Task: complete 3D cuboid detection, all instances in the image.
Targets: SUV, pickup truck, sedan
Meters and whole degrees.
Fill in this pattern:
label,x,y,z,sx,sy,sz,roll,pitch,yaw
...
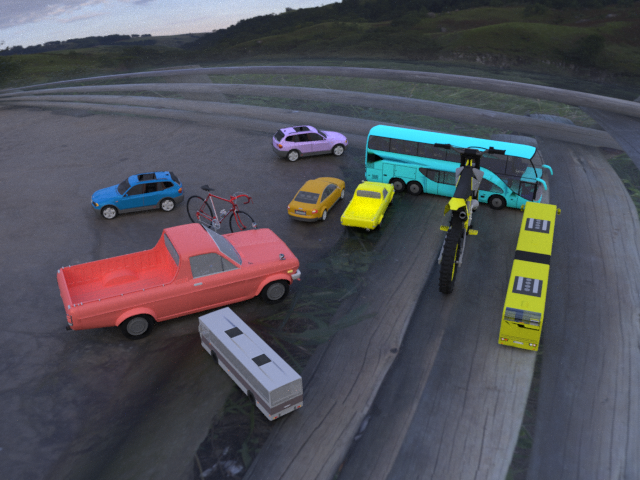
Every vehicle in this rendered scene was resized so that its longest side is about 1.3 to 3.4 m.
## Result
label,x,y,z,sx,sy,sz,roll,pitch,yaw
SUV,-0.201,-2.027,14.302,1.572,0.580,0.656,-9,29,-17
pickup truck,0.823,-0.632,11.769,0.640,0.511,1.603,8,29,15
sedan,-0.035,-0.785,12.083,0.635,0.483,1.613,10,30,19
SUV,-3.131,-0.808,12.023,1.572,0.580,0.656,-9,29,-16
pickup truck,-1.841,0.414,9.301,3.117,0.993,1.244,-13,31,-22

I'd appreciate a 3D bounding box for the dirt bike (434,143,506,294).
label,x,y,z,sx,sy,sz,roll,pitch,yaw
dirt bike,2.078,-0.492,10.282,1.024,1.666,2.903,9,29,16

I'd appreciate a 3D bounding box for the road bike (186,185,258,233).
label,x,y,z,sx,sy,sz,roll,pitch,yaw
road bike,-1.562,-0.420,11.010,1.545,0.852,0.358,19,34,32

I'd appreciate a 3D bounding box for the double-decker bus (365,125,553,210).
label,x,y,z,sx,sy,sz,roll,pitch,yaw
double-decker bus,2.400,-1.286,12.417,3.251,1.052,0.756,12,30,21

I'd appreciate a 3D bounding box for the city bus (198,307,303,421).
label,x,y,z,sx,sy,sz,roll,pitch,yaw
city bus,-0.826,1.396,8.030,0.476,0.460,1.674,-18,33,-30

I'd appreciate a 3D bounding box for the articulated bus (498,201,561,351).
label,x,y,z,sx,sy,sz,roll,pitch,yaw
articulated bus,2.968,0.373,9.836,0.605,0.561,3.401,9,30,17
